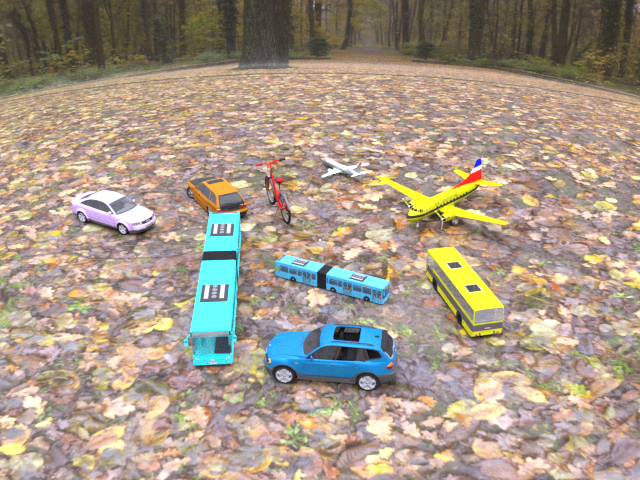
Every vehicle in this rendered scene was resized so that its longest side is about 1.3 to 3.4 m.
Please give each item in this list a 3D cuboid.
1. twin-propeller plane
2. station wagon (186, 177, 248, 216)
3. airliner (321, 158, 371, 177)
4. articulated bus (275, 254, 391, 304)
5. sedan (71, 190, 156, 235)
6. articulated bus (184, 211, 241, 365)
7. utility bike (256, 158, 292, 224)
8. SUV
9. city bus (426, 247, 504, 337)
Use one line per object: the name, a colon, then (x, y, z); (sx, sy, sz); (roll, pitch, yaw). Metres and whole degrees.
twin-propeller plane: (2.186, -0.807, 12.076); (2.129, 0.792, 2.663); (-24, 36, -38)
station wagon: (-1.867, -0.844, 12.493); (0.682, 0.473, 1.597); (-15, 31, -26)
airliner: (0.428, -1.509, 13.823); (1.161, 0.429, 1.307); (-18, 32, -31)
articulated bus: (0.166, 0.553, 10.002); (1.749, 0.289, 0.311); (13, 30, 24)
sedan: (-3.509, -0.522, 11.863); (1.613, 0.483, 0.635); (15, 31, 26)
articulated bus: (-1.401, 0.530, 9.750); (0.605, 0.561, 3.401); (-2, 27, -4)
utility bike: (-0.783, -0.874, 12.038); (0.535, 0.946, 1.435); (-10, 29, -18)
SUV: (0.131, 1.313, 8.221); (1.572, 0.580, 0.656); (4, 28, 7)
city bus: (1.935, 0.690, 9.551); (0.476, 0.460, 1.674); (-6, 28, -11)
